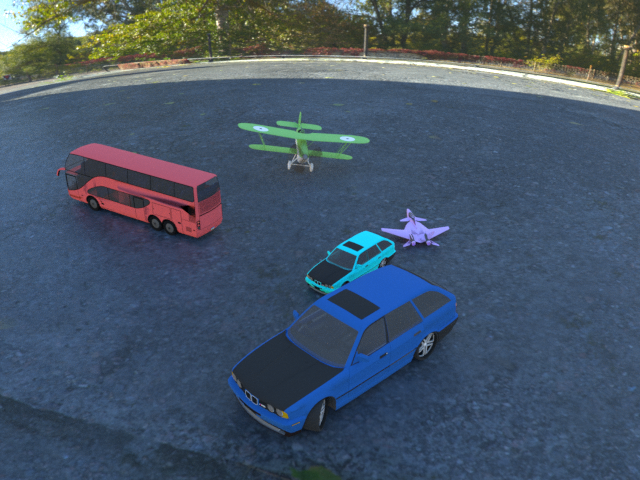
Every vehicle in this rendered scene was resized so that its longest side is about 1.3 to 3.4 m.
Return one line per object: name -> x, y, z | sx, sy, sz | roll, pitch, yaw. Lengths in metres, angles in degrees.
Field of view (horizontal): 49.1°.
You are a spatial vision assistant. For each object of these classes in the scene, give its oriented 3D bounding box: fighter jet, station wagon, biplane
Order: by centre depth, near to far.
station wagon -> 0.348, 1.171, 8.516 | 3.105, 0.920, 1.327 | -24, 37, -37
station wagon -> 0.472, 0.305, 10.547 | 0.682, 0.473, 1.597 | 23, 36, 35
fighter jet -> 1.599, -0.306, 11.847 | 1.147, 0.286, 1.358 | -2, 29, -3
biplane -> -0.331, -2.020, 14.234 | 2.598, 0.981, 2.120 | -2, 29, -4

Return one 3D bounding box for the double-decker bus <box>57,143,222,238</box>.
double-decker bus -> -3.153, -0.908, 12.147 | 3.251, 1.052, 0.756 | 16, 33, 27
